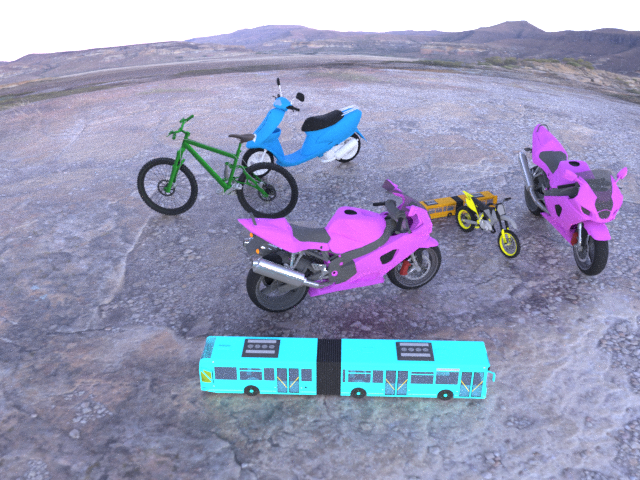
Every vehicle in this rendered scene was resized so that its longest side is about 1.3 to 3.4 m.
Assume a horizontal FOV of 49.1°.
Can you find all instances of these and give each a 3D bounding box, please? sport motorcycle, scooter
[{"bbox_3d":[0.354,0.151,9.739,2.955,1.596,0.983,-8,30,-14],"label":"sport motorcycle"},{"bbox_3d":[-0.297,-2.231,13.892,2.721,1.786,1.288,-13,31,-22],"label":"scooter"},{"bbox_3d":[3.981,-0.713,11.318,0.983,1.596,2.955,-3,29,-5],"label":"sport motorcycle"}]

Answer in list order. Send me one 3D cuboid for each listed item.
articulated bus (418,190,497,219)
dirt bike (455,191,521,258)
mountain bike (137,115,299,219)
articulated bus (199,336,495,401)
[{"bbox_3d":[2.337,-0.605,12.482,1.749,0.289,0.311,-10,30,-17],"label":"articulated bus"},{"bbox_3d":[2.732,-0.315,11.361,0.527,0.857,1.493,-16,32,-26],"label":"dirt bike"},{"bbox_3d":[-1.788,-1.146,12.014,2.857,1.688,1.114,3,29,6],"label":"mountain bike"},{"bbox_3d":[0.300,1.514,8.326,3.401,0.561,0.605,1,29,2],"label":"articulated bus"}]
